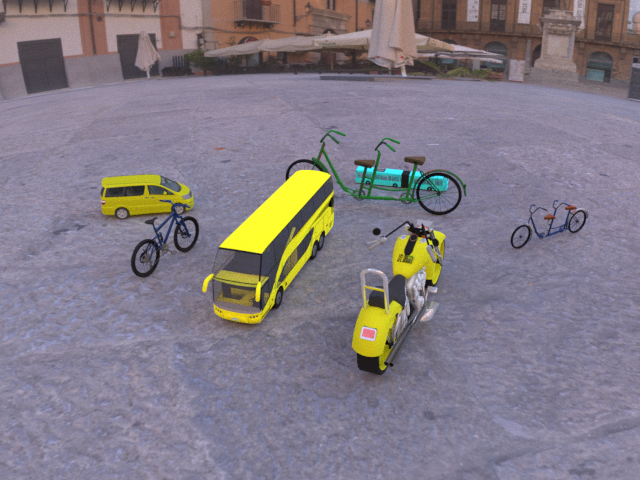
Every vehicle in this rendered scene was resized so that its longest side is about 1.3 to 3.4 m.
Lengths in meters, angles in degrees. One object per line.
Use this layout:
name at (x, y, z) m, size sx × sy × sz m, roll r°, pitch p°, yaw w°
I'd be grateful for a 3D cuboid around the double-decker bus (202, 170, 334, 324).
double-decker bus at (-0.579, 0.020, 9.897) m, size 0.756 × 1.052 × 3.251 m, roll 8°, pitch 27°, yaw 16°

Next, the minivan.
minivan at (-2.970, -0.783, 12.048) m, size 1.548 × 0.616 × 0.681 m, roll -5°, pitch 26°, yaw -11°

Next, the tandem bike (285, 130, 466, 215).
tandem bike at (0.917, -1.163, 12.016) m, size 3.192 × 1.326 × 0.550 m, roll 7°, pitch 27°, yaw 14°

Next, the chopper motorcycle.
chopper motorcycle at (1.080, 0.414, 8.597) m, size 0.906 × 1.480 × 3.040 m, roll 10°, pitch 28°, yaw 20°

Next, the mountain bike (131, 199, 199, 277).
mountain bike at (-2.256, -0.054, 10.258) m, size 0.573 × 0.868 × 1.469 m, roll 14°, pitch 29°, yaw 26°

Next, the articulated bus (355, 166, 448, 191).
articulated bus at (1.523, -1.157, 13.191) m, size 1.749 × 0.289 × 0.311 m, roll 7°, pitch 27°, yaw 14°

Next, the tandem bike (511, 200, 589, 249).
tandem bike at (3.637, -0.303, 10.984) m, size 1.642 × 0.682 × 0.283 m, roll -13°, pitch 29°, yaw -26°
